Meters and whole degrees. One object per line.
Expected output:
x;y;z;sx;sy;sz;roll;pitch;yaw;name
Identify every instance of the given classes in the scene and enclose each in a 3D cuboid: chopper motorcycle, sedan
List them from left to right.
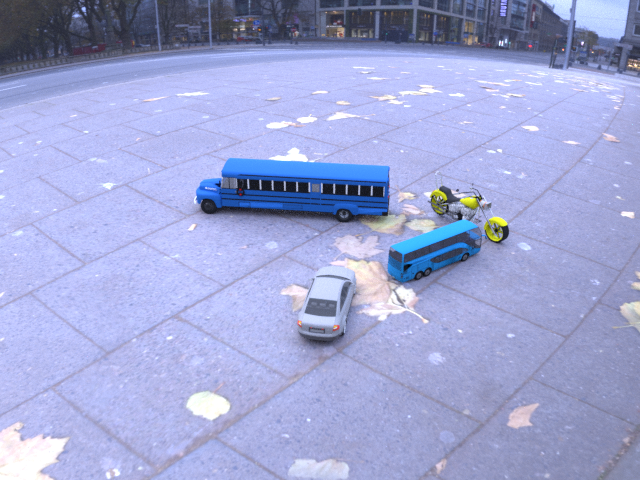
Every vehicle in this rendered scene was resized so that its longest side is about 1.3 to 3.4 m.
0.115;0.748;9.308;0.635;0.483;1.613;6;30;10;sedan
2.401;-0.539;11.322;0.466;0.761;1.563;-22;36;-34;chopper motorcycle

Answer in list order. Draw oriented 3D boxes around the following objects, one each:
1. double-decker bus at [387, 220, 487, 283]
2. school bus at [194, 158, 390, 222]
1.733;0.140;10.335;1.672;0.541;0.389;-19;34;-30;double-decker bus
-0.487;-0.875;11.836;3.322;0.844;0.709;4;29;6;school bus
